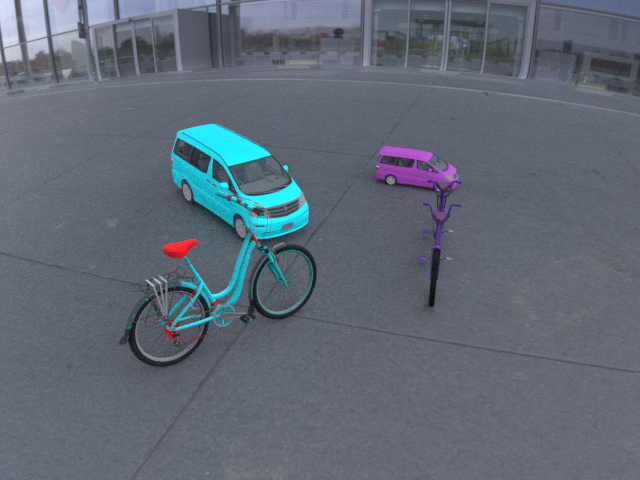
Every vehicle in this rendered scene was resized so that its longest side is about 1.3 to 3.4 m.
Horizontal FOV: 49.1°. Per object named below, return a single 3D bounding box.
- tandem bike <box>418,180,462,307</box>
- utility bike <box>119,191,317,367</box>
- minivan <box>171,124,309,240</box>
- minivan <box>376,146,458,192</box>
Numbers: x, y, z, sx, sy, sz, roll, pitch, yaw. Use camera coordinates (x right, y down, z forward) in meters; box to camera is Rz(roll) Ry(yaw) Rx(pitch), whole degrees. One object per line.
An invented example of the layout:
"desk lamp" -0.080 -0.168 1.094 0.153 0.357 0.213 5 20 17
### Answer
"tandem bike" 1.781 -0.259 10.407 0.550 1.326 3.192 5 28 10
"utility bike" -1.227 0.406 8.579 2.791 1.839 1.039 -19 33 -32
"minivan" -1.428 -1.047 12.057 1.324 1.197 3.011 -20 33 -33
"minivan" 1.851 -1.363 13.289 1.548 0.616 0.681 10 29 18
